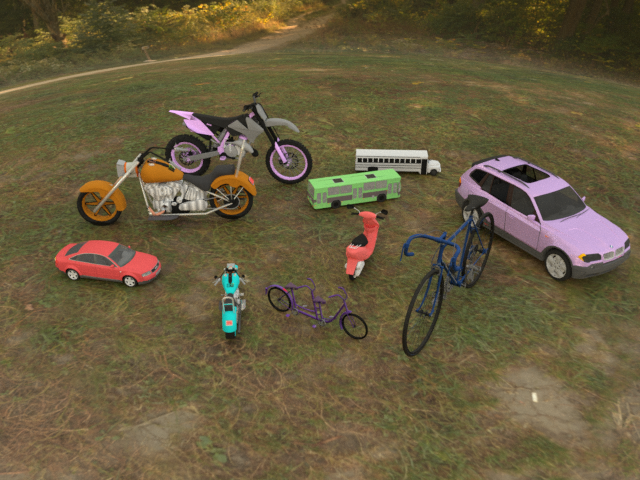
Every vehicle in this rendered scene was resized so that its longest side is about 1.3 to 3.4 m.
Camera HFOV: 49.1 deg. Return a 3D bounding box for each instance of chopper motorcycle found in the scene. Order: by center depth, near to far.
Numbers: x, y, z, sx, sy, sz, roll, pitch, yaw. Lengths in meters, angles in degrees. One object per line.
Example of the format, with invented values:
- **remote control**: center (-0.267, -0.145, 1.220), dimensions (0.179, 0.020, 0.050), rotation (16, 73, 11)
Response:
- **chopper motorcycle**: center (-1.225, 0.704, 9.659), dimensions (0.466, 0.761, 1.563), rotation (-2, 30, -4)
- **chopper motorcycle**: center (-2.612, -0.970, 11.865), dimensions (3.040, 1.480, 0.906), rotation (-1, 30, -2)

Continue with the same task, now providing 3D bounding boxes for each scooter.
- **scooter**: center (0.668, -0.031, 10.786), dimensions (0.662, 0.919, 1.399), rotation (10, 31, 17)

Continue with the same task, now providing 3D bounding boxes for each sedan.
- **sedan**: center (-3.218, 0.308, 10.631), dimensions (1.613, 0.483, 0.635), rotation (6, 30, 11)

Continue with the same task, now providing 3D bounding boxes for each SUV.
- **SUV**: center (3.530, -0.461, 11.328), dimensions (1.276, 1.128, 3.058), rotation (-17, 34, -27)

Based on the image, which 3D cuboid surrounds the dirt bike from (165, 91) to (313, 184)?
- **dirt bike**: center (-1.573, -1.880, 13.268), dimensions (2.903, 1.666, 1.024), rotation (4, 30, 7)

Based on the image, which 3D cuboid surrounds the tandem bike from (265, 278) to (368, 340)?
- **tandem bike**: center (-0.070, 0.860, 9.465), dimensions (1.642, 0.682, 0.283), rotation (17, 34, 27)

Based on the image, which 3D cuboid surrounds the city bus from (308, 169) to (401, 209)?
- **city bus**: center (0.630, -0.918, 12.801), dimensions (1.674, 0.460, 0.476), rotation (-9, 31, -15)

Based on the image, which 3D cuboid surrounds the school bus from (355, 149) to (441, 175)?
- **school bus**: center (1.551, -1.557, 13.945), dimensions (1.708, 0.434, 0.365), rotation (1, 30, 2)

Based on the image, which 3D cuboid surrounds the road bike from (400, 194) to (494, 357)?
- **road bike**: center (1.814, 0.325, 9.421), dimensions (0.696, 1.656, 3.004), rotation (18, 34, 28)
